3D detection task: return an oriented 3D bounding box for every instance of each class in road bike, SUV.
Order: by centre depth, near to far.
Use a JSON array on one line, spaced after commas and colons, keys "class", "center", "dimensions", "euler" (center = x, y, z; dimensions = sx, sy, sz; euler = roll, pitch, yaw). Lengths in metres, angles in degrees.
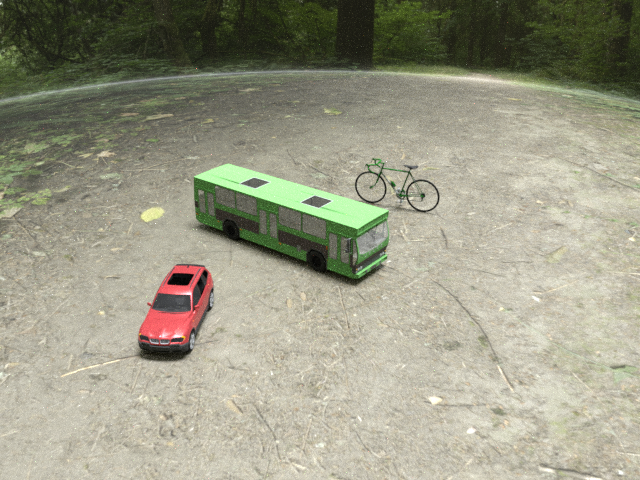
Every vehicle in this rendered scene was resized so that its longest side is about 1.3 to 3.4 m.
[{"class": "SUV", "center": [-1.780, 0.822, 8.785], "dimensions": [0.656, 0.580, 1.572], "euler": [3, 26, 5]}, {"class": "road bike", "center": [1.325, -0.956, 12.104], "dimensions": [1.545, 0.852, 0.358], "euler": [11, 28, 22]}]

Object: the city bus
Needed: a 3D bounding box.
[{"class": "city bus", "center": [-0.521, -0.320, 10.758], "dimensions": [3.255, 0.894, 0.926], "euler": [19, 32, 33]}]
